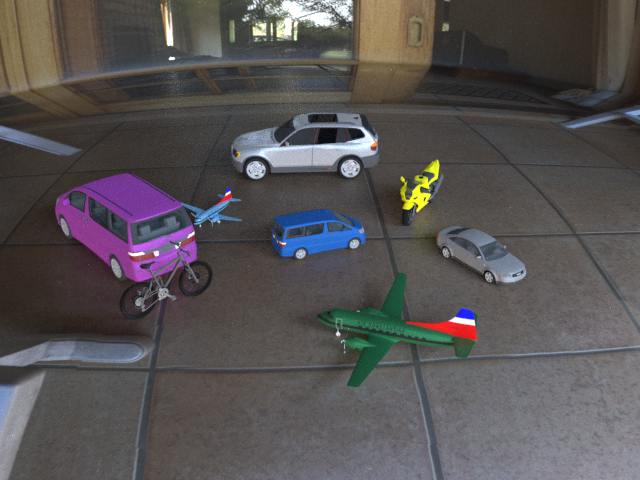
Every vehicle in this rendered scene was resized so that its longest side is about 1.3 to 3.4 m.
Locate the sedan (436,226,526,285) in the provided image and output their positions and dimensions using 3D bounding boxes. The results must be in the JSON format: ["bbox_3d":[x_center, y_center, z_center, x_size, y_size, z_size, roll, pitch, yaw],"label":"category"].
[{"bbox_3d":[2.528,0.181,11.019,0.635,0.483,1.613,-18,33,-30],"label":"sedan"}]

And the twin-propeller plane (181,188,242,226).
[{"bbox_3d":[-1.902,-0.571,12.483,1.370,0.407,1.095,16,32,26],"label":"twin-propeller plane"}]

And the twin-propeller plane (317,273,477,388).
[{"bbox_3d":[0.965,1.066,9.068,2.129,0.792,2.663,9,30,16],"label":"twin-propeller plane"}]

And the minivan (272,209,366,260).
[{"bbox_3d":[-0.004,-0.150,11.491,1.548,0.616,0.681,-10,30,-18],"label":"minivan"}]

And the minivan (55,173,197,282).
[{"bbox_3d":[-3.242,-0.388,11.319,1.324,1.197,3.011,-23,36,-36],"label":"minivan"}]

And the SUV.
[{"bbox_3d":[-0.301,-1.973,14.307,3.058,1.128,1.276,-1,29,-2],"label":"SUV"}]

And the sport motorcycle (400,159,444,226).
[{"bbox_3d":[1.809,-0.858,12.578,0.506,0.821,1.520,14,32,25],"label":"sport motorcycle"}]

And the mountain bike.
[{"bbox_3d":[-2.163,0.571,9.899,1.469,0.868,0.573,-22,35,-34],"label":"mountain bike"}]
